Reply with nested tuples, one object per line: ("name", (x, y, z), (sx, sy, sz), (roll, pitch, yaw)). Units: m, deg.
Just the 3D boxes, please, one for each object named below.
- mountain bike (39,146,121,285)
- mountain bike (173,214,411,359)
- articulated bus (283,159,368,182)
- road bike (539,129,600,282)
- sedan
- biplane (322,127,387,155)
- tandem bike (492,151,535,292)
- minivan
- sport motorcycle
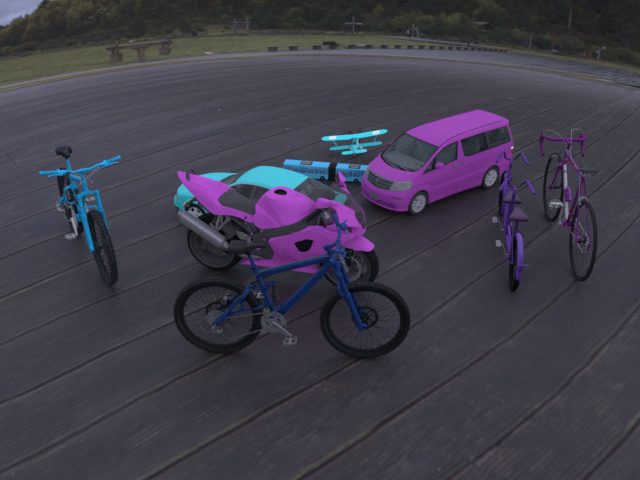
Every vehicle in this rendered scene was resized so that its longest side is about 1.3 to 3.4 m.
("mountain bike", (-3.563, -0.520, 10.449), (1.114, 1.688, 2.857), (-16, 33, -27))
("mountain bike", (-0.347, 0.683, 8.274), (2.857, 1.688, 1.114), (2, 29, 3))
("articulated bus", (0.152, -1.311, 13.325), (1.749, 0.289, 0.311), (5, 29, 10))
("road bike", (3.819, -0.648, 10.713), (0.696, 1.656, 3.004), (2, 29, 3))
("sedan", (-0.984, -0.686, 11.521), (3.137, 0.940, 1.235), (13, 32, 23))
("biplane", (0.690, -1.945, 14.247), (1.336, 0.504, 1.090), (2, 29, 3))
("tandem bike", (2.922, -0.447, 10.691), (0.550, 1.326, 3.192), (4, 29, 8))
("minivan", (2.140, -1.456, 12.648), (3.011, 1.197, 1.324), (-20, 35, -31))
("sport motorcycle", (-0.600, -0.146, 9.868), (2.955, 1.596, 0.983), (8, 30, 15))
